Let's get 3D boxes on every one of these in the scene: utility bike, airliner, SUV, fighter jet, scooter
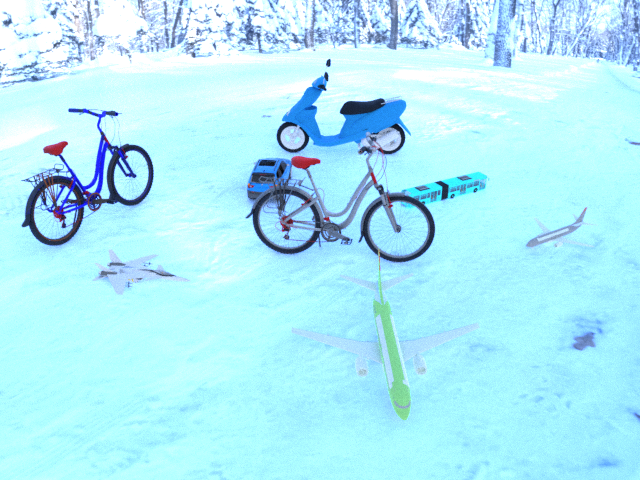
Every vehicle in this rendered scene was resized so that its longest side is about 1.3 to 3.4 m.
[{"bbox_3d":[-3.714,-1.115,11.071,1.039,1.839,2.791,14,31,25],"label":"utility bike"},{"bbox_3d":[3.663,-0.177,10.794,1.307,0.429,1.161,-16,31,-28],"label":"airliner"},{"bbox_3d":[0.287,-0.622,10.122,2.791,1.839,1.039,4,28,8],"label":"utility bike"},{"bbox_3d":[-0.898,-1.194,12.586,0.656,0.580,1.572,3,28,6],"label":"SUV"},{"bbox_3d":[-2.444,0.420,9.800,1.358,0.286,1.147,6,28,12],"label":"fighter jet"},{"bbox_3d":[0.799,1.017,8.057,2.257,0.835,2.541,-1,27,-2],"label":"airliner"},{"bbox_3d":[0.472,-2.576,13.939,2.721,1.786,1.288,1,27,2],"label":"scooter"}]

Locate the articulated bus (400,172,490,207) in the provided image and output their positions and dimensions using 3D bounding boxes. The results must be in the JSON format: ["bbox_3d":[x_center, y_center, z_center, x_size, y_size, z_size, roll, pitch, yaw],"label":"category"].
[{"bbox_3d":[2.203,-0.890,12.319,1.749,0.289,0.311,-15,31,-26],"label":"articulated bus"}]
